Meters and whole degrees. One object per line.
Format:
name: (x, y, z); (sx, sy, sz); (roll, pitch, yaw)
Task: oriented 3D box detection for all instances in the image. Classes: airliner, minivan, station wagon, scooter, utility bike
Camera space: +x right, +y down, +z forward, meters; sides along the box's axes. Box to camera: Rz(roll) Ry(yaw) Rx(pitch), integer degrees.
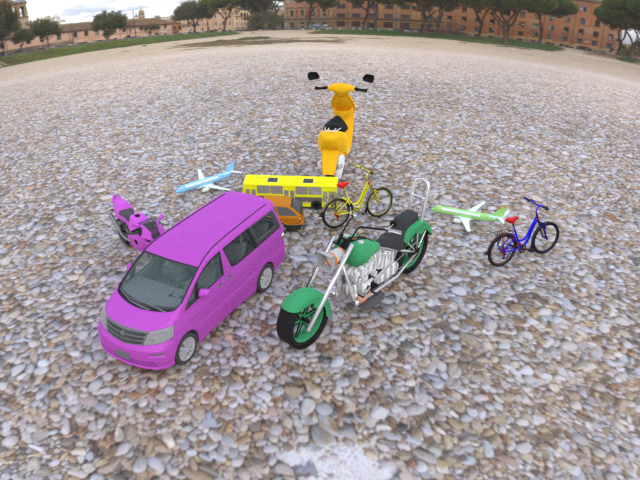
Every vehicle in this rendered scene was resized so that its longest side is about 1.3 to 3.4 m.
airliner: (-2.105, -1.178, 13.011); (1.307, 0.429, 1.161); (-21, 36, -32)
airliner: (2.524, -0.516, 11.868); (1.307, 0.429, 1.161); (13, 32, 21)
minivan: (-1.663, 0.449, 9.434); (1.324, 1.197, 3.011); (15, 33, 24)
station wagon: (-1.064, -0.465, 11.736); (1.597, 0.473, 0.682); (1, 30, 1)
scooter: (0.351, -2.249, 13.508); (1.288, 1.786, 2.721); (4, 30, 7)
utility bike: (3.092, -0.135, 10.693); (1.435, 0.946, 0.535); (-14, 33, -22)
utility bike: (0.593, -0.742, 11.742); (1.435, 0.946, 0.535); (-15, 33, -24)

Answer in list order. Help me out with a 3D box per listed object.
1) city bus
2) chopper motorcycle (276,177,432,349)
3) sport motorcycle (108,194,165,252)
city bus: (-0.511, -0.848, 12.410); (1.674, 0.460, 0.476); (2, 30, 3)
chopper motorcycle: (0.552, 0.259, 9.480); (0.906, 1.480, 3.040); (24, 38, 35)
sport motorcycle: (-2.792, -0.120, 10.792); (0.506, 0.821, 1.520); (-22, 37, -33)
